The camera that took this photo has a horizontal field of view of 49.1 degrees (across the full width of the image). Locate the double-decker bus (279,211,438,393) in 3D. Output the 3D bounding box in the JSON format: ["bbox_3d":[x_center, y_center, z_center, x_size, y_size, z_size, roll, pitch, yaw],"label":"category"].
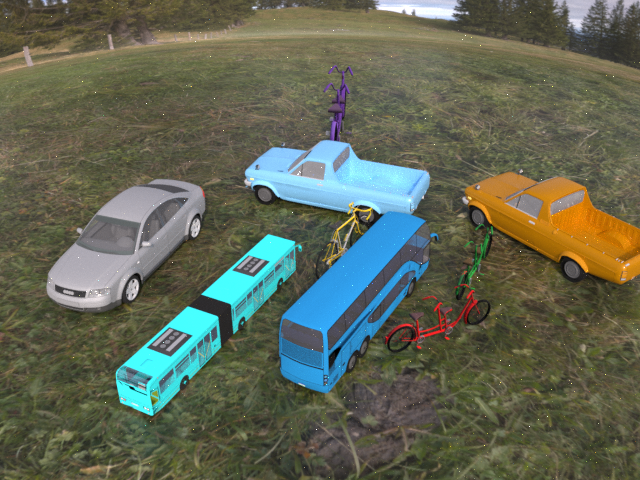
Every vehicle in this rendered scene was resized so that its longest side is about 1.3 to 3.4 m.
[{"bbox_3d":[0.584,0.643,9.120,0.756,1.052,3.251,17,35,25],"label":"double-decker bus"}]

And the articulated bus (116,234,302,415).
[{"bbox_3d":[-1.306,0.948,9.092,0.605,0.561,3.401,15,34,23],"label":"articulated bus"}]

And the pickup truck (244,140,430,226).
[{"bbox_3d":[0.274,-1.089,12.005,3.117,0.993,1.244,12,34,19],"label":"pickup truck"}]

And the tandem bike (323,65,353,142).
[{"bbox_3d":[0.377,-2.661,14.255,0.550,1.326,3.192,3,32,5],"label":"tandem bike"}]

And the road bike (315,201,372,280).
[{"bbox_3d":[0.361,-0.007,10.374,0.358,0.852,1.545,19,36,28],"label":"road bike"}]

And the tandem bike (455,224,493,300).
[{"bbox_3d":[2.247,0.258,10.103,0.283,0.682,1.642,16,35,24],"label":"tandem bike"}]

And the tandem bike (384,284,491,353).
[{"bbox_3d":[1.531,0.983,8.919,1.642,0.682,0.283,-15,34,-23],"label":"tandem bike"}]

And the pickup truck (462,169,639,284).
[{"bbox_3d":[3.664,-0.327,10.760,1.244,0.993,3.117,-20,37,-29],"label":"pickup truck"}]

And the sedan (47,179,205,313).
[{"bbox_3d":[-2.811,-0.093,10.430,1.235,0.940,3.137,11,33,17],"label":"sedan"}]
